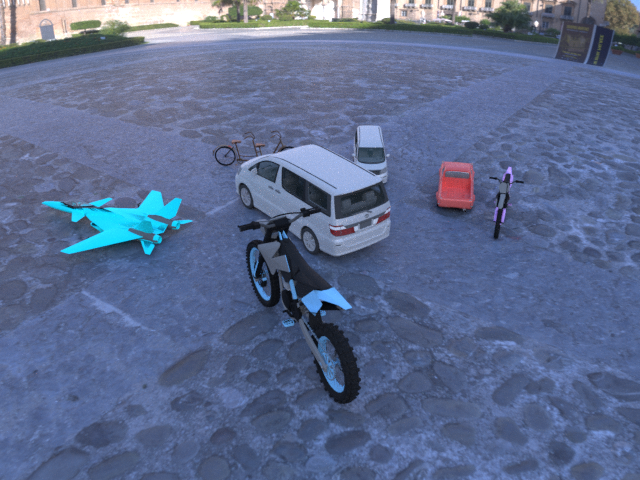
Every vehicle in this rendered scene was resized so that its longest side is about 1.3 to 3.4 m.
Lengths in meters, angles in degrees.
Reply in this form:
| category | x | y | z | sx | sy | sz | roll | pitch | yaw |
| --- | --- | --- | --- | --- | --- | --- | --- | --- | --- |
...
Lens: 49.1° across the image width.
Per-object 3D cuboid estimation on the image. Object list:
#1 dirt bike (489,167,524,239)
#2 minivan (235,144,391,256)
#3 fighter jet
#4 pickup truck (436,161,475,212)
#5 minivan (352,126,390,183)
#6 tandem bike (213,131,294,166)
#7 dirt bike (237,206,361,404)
| category | x | y | z | sx | sy | sz | roll | pitch | yaw |
| --- | --- | --- | --- | --- | --- | --- | --- | --- | --- |
| dirt bike | 2.934 | -0.656 | 11.159 | 0.527 | 0.857 | 1.493 | 10 | 32 | 16 |
| minivan | -0.215 | -0.825 | 11.111 | 1.324 | 1.197 | 3.011 | -21 | 36 | -31 |
| fighter jet | -3.467 | -0.489 | 11.170 | 2.640 | 0.557 | 2.229 | 13 | 33 | 21 |
| pickup truck | 2.349 | -0.989 | 12.065 | 0.640 | 0.511 | 1.603 | 5 | 31 | 9 |
| minivan | 0.925 | -1.580 | 12.963 | 0.681 | 0.616 | 1.548 | 1 | 31 | 1 |
| tandem bike | -1.198 | -1.700 | 13.101 | 1.642 | 0.682 | 0.283 | 0 | 31 | 1 |
| dirt bike | -0.308 | 0.579 | 8.267 | 1.024 | 1.666 | 2.903 | -15 | 34 | -23 |
